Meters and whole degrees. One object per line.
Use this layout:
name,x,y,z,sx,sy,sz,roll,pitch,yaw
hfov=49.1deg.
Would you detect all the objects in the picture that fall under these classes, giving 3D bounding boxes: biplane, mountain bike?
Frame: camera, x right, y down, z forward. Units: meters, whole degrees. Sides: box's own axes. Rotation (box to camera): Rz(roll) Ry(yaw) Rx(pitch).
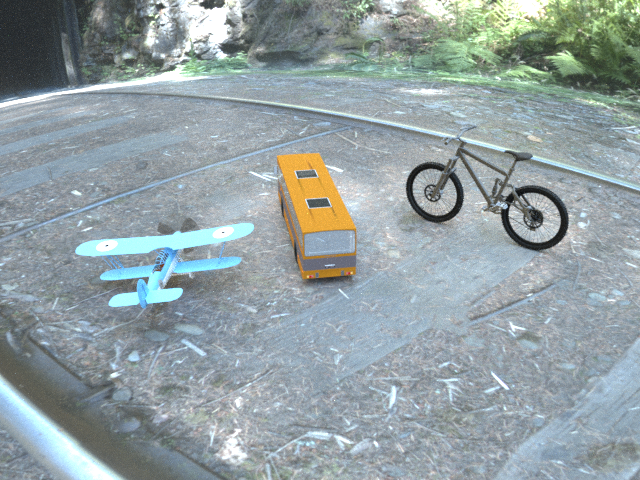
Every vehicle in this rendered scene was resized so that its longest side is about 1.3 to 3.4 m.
biplane,-2.244,0.379,9.822,2.598,0.981,2.120,2,27,3
mountain bike,2.689,-0.853,11.461,2.857,1.688,1.114,18,32,31

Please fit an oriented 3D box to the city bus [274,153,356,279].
city bus,-0.128,-0.454,11.552,0.926,0.894,3.255,-4,27,-9
